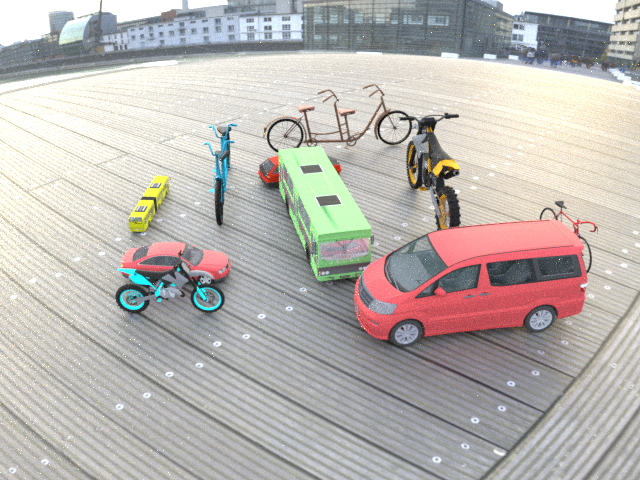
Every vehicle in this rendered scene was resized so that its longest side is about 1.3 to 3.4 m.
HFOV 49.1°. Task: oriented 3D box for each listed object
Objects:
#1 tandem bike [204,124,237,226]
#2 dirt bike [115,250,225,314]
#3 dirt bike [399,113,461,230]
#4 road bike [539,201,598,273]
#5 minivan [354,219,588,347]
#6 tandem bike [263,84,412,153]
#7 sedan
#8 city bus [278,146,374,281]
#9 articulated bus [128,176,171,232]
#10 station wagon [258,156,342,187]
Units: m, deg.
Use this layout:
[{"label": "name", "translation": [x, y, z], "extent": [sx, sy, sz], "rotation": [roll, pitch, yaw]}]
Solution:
[{"label": "tandem bike", "translation": [-1.761, -1.449, 12.665], "extent": [0.550, 1.326, 3.192], "rotation": [-2, 30, -3]}, {"label": "dirt bike", "translation": [-2.046, 0.628, 9.469], "extent": [1.493, 0.857, 0.527], "rotation": [0, 29, 0]}, {"label": "dirt bike", "translation": [1.891, -1.229, 11.931], "extent": [1.024, 1.666, 2.903], "rotation": [-4, 30, -7]}, {"label": "road bike", "translation": [3.777, -0.108, 10.776], "extent": [0.358, 0.852, 1.545], "rotation": [-6, 30, -11]}, {"label": "minivan", "translation": [1.970, 0.509, 9.333], "extent": [3.011, 1.197, 1.324], "rotation": [-5, 30, -8]}, {"label": "tandem bike", "translation": [0.398, -2.494, 14.513], "extent": [3.192, 1.326, 0.550], "rotation": [-6, 30, -10]}, {"label": "sedan", "translation": [-2.135, 0.320, 10.393], "extent": [1.613, 0.483, 0.635], "rotation": [0, 29, 1]}, {"label": "city bus", "translation": [-0.006, -0.501, 11.428], "extent": [0.926, 0.894, 3.255], "rotation": [-6, 30, -11]}, {"label": "articulated bus", "translation": [-2.985, -0.660, 12.324], "extent": [0.311, 0.289, 1.749], "rotation": [2, 30, 3]}, {"label": "station wagon", "translation": [-0.370, -1.408, 13.458], "extent": [1.597, 0.473, 0.682], "rotation": [-13, 32, -21]}]
